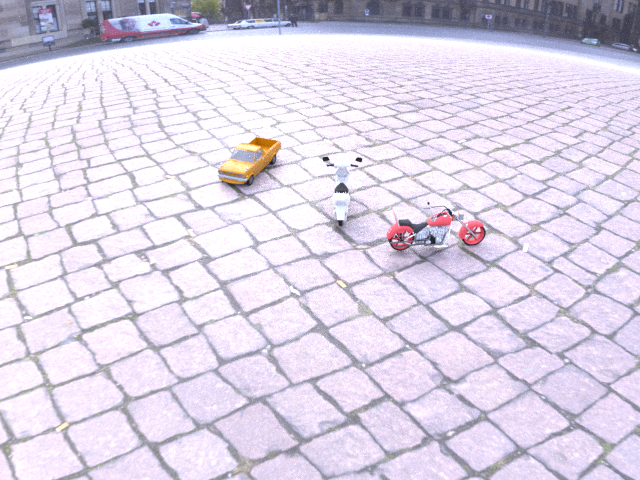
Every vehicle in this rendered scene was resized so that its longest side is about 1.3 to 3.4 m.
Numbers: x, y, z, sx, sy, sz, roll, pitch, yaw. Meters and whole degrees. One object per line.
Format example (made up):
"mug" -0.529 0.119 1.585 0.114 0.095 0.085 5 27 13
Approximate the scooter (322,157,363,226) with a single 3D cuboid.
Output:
"scooter" 0.362 -0.886 11.611 0.662 0.919 1.399 1 31 2

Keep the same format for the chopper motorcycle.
"chopper motorcycle" 1.783 -0.210 10.651 1.563 0.761 0.466 -5 32 -9

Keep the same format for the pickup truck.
"pickup truck" -1.301 -1.544 13.084 0.640 0.511 1.603 12 33 19
